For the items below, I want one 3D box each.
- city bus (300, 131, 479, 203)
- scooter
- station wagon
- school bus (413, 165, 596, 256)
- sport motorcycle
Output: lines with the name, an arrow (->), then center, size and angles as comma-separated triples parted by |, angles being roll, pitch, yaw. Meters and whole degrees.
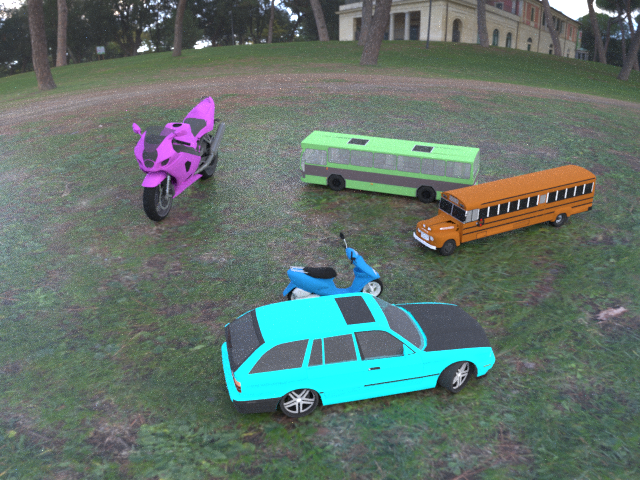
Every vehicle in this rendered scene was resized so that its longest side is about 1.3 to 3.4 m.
city bus -> 1.281, -1.353, 13.117 | 3.255, 0.894, 0.926 | 9, 28, 17
scooter -> 0.190, 0.458, 9.448 | 1.399, 0.919, 0.662 | -5, 27, -10
station wagon -> 0.452, 1.168, 8.017 | 3.105, 0.920, 1.327 | -6, 27, -12
school bus -> 3.063, -0.535, 11.530 | 3.322, 0.844, 0.709 | -13, 29, -24
sport motorcycle -> -2.507, -1.530, 12.685 | 0.983, 1.596, 2.955 | 6, 27, 12
